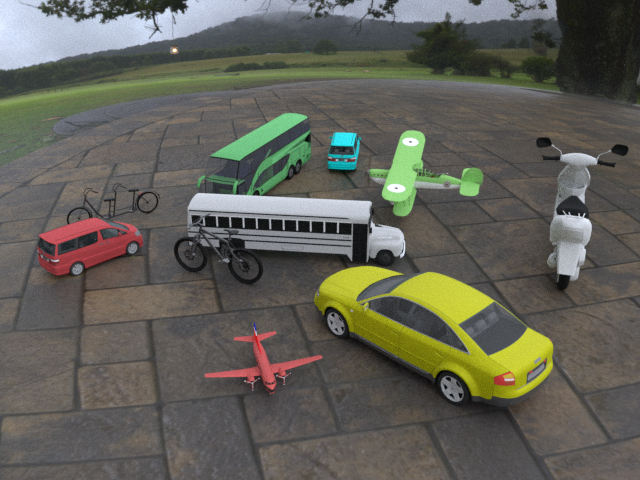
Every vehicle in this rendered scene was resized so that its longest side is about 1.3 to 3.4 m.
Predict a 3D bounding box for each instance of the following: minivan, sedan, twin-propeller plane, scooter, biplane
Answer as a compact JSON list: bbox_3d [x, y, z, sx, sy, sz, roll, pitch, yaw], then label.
[{"bbox_3d":[0.504,-1.914,14.577,0.681,0.616,1.548,3,26,5],"label":"minivan"},{"bbox_3d":[1.239,0.923,8.401,1.235,0.940,3.137,-23,34,-39],"label":"sedan"},{"bbox_3d":[-0.660,1.374,8.084,1.370,0.407,1.095,-7,27,-14],"label":"twin-propeller plane"},{"bbox_3d":[3.745,-0.518,10.386,1.288,1.786,2.721,8,27,17],"label":"scooter"},{"bbox_3d":[1.803,-1.070,12.433,2.120,0.981,2.598,6,27,13],"label":"biplane"},{"bbox_3d":[-3.454,0.024,10.611,0.681,0.616,1.548,23,34,38],"label":"minivan"}]

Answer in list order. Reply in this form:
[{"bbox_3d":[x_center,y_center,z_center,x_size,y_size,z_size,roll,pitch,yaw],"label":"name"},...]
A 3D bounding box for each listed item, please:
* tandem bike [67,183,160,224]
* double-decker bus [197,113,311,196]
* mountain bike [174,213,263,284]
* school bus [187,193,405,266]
[{"bbox_3d":[-3.495,-0.638,11.889,1.642,0.682,0.283,-17,31,-31],"label":"tandem bike"},{"bbox_3d":[-1.112,-1.481,13.194,0.756,1.052,3.251,11,28,21],"label":"double-decker bus"},{"bbox_3d":[-1.482,0.152,10.061,1.469,0.868,0.573,11,28,21],"label":"mountain bike"},{"bbox_3d":[-0.347,-0.190,10.788,3.322,0.844,0.709,3,26,6],"label":"school bus"}]
